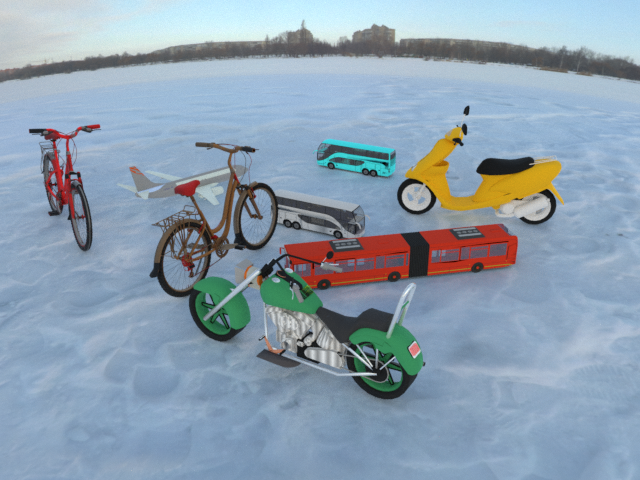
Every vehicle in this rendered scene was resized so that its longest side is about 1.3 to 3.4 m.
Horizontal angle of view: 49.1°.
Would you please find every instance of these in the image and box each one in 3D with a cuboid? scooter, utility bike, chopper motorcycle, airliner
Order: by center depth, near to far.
[{"bbox_3d":[-0.262,0.783,7.814,3.040,1.480,0.906,15,30,29],"label":"chopper motorcycle"},{"bbox_3d":[-1.505,-0.410,9.868,1.039,1.839,2.791,15,30,28],"label":"utility bike"},{"bbox_3d":[-4.022,-1.042,11.176,1.039,1.839,2.791,-16,30,-29],"label":"utility bike"},{"bbox_3d":[2.648,-1.161,11.483,2.721,1.786,1.288,5,26,11],"label":"scooter"},{"bbox_3d":[-2.311,-1.208,12.672,2.541,0.835,2.257,-22,34,-38],"label":"airliner"}]

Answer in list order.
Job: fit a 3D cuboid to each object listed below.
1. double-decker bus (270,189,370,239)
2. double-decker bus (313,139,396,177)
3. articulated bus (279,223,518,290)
[{"bbox_3d":[-0.024,-0.411,11.361,1.672,0.541,0.389,13,29,25],"label":"double-decker bus"},{"bbox_3d":[0.684,-1.640,13.903,1.672,0.541,0.389,13,29,24],"label":"double-decker bus"},{"bbox_3d":[1.152,0.228,10.017,3.401,0.561,0.605,-6,26,-11],"label":"articulated bus"}]
